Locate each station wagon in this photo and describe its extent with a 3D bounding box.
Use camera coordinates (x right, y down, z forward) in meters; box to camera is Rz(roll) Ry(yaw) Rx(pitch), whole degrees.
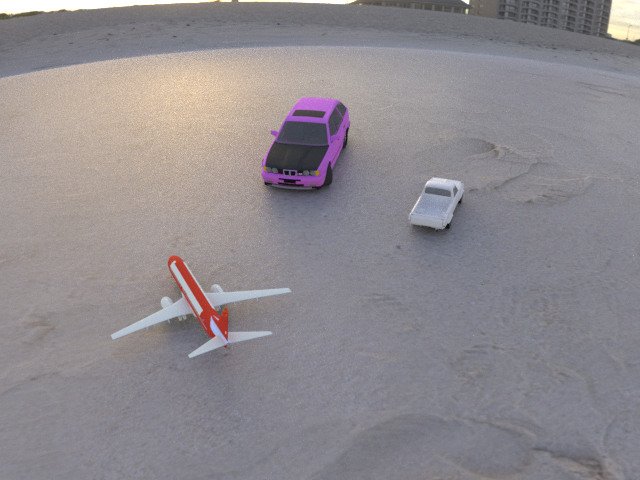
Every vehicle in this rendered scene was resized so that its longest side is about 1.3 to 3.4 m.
[{"bbox_3d":[-0.216,-1.901,13.040,1.327,0.920,3.105,5,30,10],"label":"station wagon"}]

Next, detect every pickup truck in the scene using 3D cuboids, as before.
[{"bbox_3d":[1.885,-0.638,11.203,0.640,0.511,1.603,11,31,18],"label":"pickup truck"}]

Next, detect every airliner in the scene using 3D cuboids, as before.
[{"bbox_3d":[-1.523,0.595,8.668,2.257,0.835,2.541,-14,32,-23],"label":"airliner"}]
